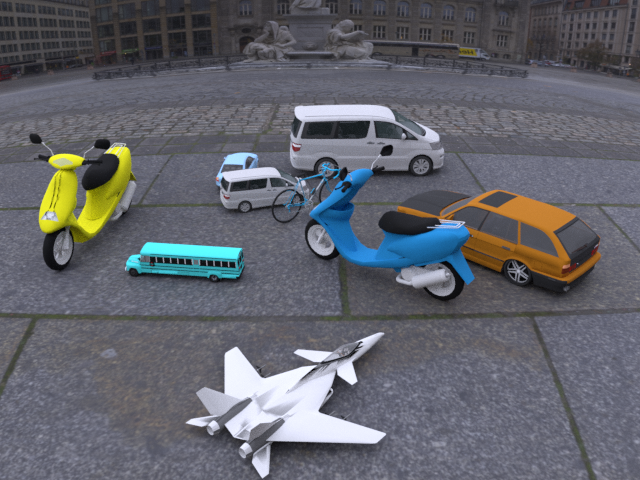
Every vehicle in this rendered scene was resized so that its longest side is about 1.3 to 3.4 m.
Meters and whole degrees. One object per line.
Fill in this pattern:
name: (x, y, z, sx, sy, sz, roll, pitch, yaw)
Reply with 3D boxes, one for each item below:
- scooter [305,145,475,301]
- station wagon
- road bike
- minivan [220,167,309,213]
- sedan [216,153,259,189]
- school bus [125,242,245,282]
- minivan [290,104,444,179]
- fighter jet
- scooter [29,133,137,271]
scooter: (0.883, -0.245, 9.635, 2.721, 1.786, 1.288, 18, 32, 32)
station wagon: (2.572, -0.228, 10.549, 3.105, 0.920, 1.327, 24, 36, 39)
road bike: (-0.160, -0.801, 11.738, 1.545, 0.852, 0.358, -18, 32, -31)
minivan: (-0.958, -0.924, 12.235, 1.548, 0.616, 0.681, -9, 28, -16)
sedan: (-1.551, -1.379, 13.262, 0.635, 0.483, 1.613, 3, 27, 5)
school bus: (-1.955, 0.307, 10.041, 1.708, 0.434, 0.365, 3, 27, 7)
minivan: (0.919, -1.972, 13.635, 3.011, 1.197, 1.324, -2, 27, -4)
fighter jet: (-0.090, 1.447, 7.691, 2.229, 0.557, 2.640, 22, 35, 36)
scooter: (-3.575, -0.846, 10.803, 1.288, 1.786, 2.721, 6, 28, 11)
